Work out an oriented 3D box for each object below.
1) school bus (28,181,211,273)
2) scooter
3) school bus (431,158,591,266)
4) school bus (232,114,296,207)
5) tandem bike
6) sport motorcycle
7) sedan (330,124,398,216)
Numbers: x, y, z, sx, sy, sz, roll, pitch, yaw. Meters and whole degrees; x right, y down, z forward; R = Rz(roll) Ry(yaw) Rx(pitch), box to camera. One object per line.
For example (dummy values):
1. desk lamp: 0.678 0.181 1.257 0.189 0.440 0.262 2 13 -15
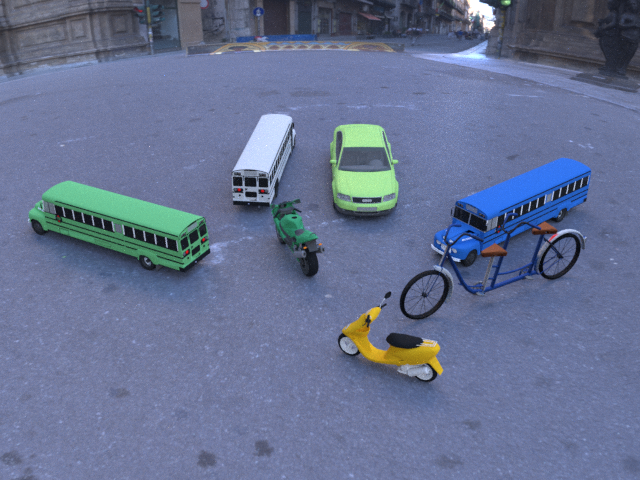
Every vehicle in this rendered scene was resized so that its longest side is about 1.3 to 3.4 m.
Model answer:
1. school bus: -3.306 -0.270 11.111 3.322 0.844 0.709 15 33 24
2. scooter: 0.843 1.198 8.509 1.399 0.919 0.662 16 34 25
3. school bus: 3.190 -0.515 11.533 3.322 0.844 0.709 -22 37 -32
4. school bus: -1.008 -1.643 13.476 0.709 0.844 3.322 3 30 6
5. tandem bike: 2.501 0.252 9.734 3.192 1.326 0.550 -13 33 -22
6. sport motorcycle: -0.378 -0.065 10.782 0.506 0.821 1.520 -13 33 -21
7. sedan: 0.796 -1.464 13.073 1.235 0.940 3.137 0 30 0
